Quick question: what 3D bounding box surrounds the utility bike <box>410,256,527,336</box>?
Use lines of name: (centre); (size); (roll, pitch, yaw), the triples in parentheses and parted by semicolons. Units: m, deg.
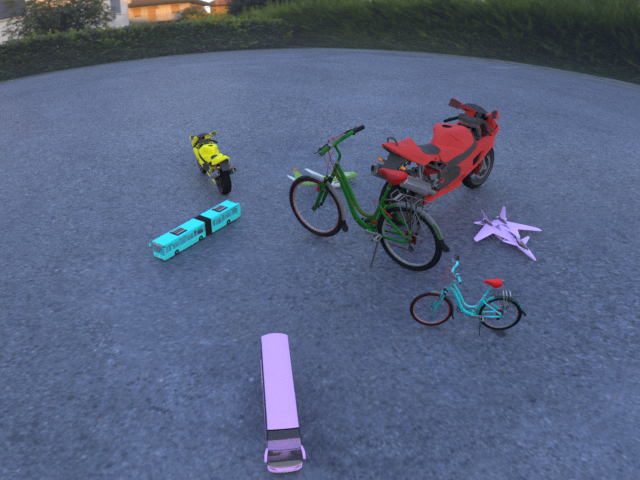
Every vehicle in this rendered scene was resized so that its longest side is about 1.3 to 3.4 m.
utility bike: (1.832, 0.740, 8.567); (1.435, 0.946, 0.535); (3, 29, 5)

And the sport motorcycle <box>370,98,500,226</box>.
sport motorcycle: (2.006, -1.297, 11.529); (2.955, 1.596, 0.983); (-25, 38, -37)

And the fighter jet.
fighter jet: (2.946, -0.092, 10.721); (1.147, 0.286, 1.358); (-9, 30, -15)

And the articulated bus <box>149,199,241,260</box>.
articulated bus: (-1.892, -0.182, 10.878); (0.311, 0.289, 1.749); (19, 34, 30)

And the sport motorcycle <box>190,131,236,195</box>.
sport motorcycle: (-1.919, -1.390, 12.486); (0.506, 0.821, 1.520); (-15, 33, -24)

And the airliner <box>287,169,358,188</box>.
airliner: (0.105, -1.170, 12.495); (1.307, 0.429, 1.161); (-12, 32, -21)

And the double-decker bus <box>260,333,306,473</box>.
double-decker bus: (-0.423, 1.675, 7.315); (0.389, 0.541, 1.672); (-3, 29, -6)

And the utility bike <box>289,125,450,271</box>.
utility bike: (0.575, -0.554, 9.959); (2.791, 1.839, 1.039); (20, 35, 32)
